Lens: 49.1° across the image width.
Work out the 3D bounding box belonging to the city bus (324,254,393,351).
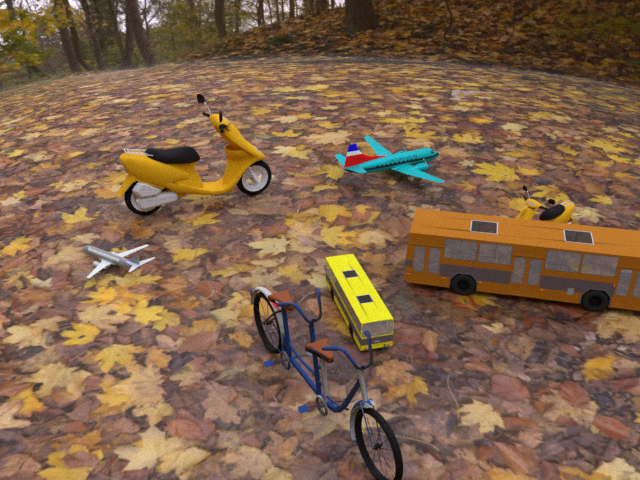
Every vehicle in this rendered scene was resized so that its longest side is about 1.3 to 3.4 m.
[{"bbox_3d":[0.478,0.791,9.109,0.476,0.460,1.674,-7,29,-13],"label":"city bus"}]

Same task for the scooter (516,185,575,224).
[{"bbox_3d":[3.411,-0.344,10.753,1.399,0.919,0.662,-15,31,-25],"label":"scooter"}]

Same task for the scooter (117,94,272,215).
[{"bbox_3d":[-2.106,-1.408,11.828,2.721,1.786,1.288,-12,30,-22],"label":"scooter"}]

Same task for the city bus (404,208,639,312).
[{"bbox_3d":[2.841,0.285,9.597,3.255,0.894,0.926,6,29,12],"label":"city bus"}]

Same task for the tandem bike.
[{"bbox_3d":[-0.050,1.214,7.395,0.550,1.326,3.192,-15,31,-26],"label":"tandem bike"}]

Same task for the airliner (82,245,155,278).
[{"bbox_3d":[-3.069,0.183,10.284,1.307,0.429,1.161,17,32,29],"label":"airliner"}]

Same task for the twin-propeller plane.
[{"bbox_3d":[1.383,-1.579,13.205,2.129,0.792,2.663,-13,31,-24],"label":"twin-propeller plane"}]
